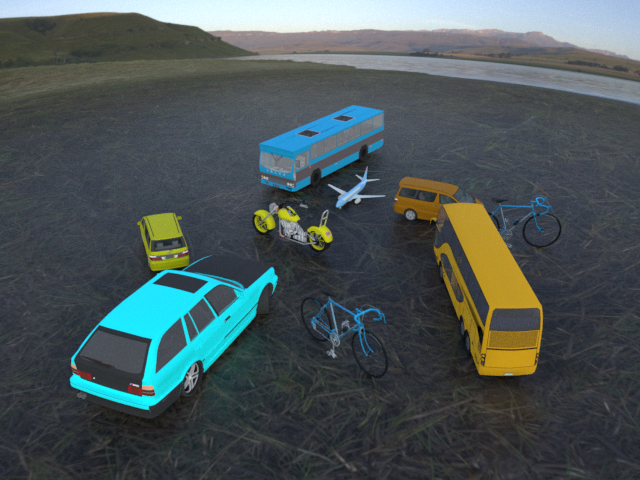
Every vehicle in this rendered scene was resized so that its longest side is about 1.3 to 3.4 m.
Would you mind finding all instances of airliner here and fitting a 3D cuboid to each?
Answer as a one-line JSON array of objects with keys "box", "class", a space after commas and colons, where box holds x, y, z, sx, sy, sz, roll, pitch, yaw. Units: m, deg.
[{"box": [0.600, -0.947, 12.755, 1.161, 0.429, 1.307, 14, 29, 25], "class": "airliner"}]

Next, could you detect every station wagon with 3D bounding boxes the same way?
[{"box": [-1.622, 0.873, 8.544, 1.327, 0.920, 3.105, 11, 28, 21], "class": "station wagon"}]

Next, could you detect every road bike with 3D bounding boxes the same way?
[{"box": [3.003, -0.280, 10.940, 1.545, 0.852, 0.358, 2, 27, 4], "class": "road bike"}, {"box": [0.261, 1.030, 8.306, 0.358, 0.852, 1.545, -21, 33, -36], "class": "road bike"}]

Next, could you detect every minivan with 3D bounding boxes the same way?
[{"box": [2.057, -0.636, 11.921, 1.548, 0.616, 0.681, 12, 29, 22], "class": "minivan"}, {"box": [-2.422, -0.072, 10.787, 0.681, 0.616, 1.548, -9, 28, -17], "class": "minivan"}]

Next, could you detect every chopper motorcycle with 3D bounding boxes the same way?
[{"box": [-0.460, -0.294, 11.069, 1.563, 0.761, 0.466, 19, 32, 33], "class": "chopper motorcycle"}]

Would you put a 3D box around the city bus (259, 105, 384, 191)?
[{"box": [0.119, -1.865, 14.080, 0.926, 0.894, 3.255, 17, 31, 31], "class": "city bus"}]

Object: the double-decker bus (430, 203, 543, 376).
[{"box": [2.089, 0.480, 9.188, 0.756, 1.052, 3.251, -1, 26, -1], "class": "double-decker bus"}]
